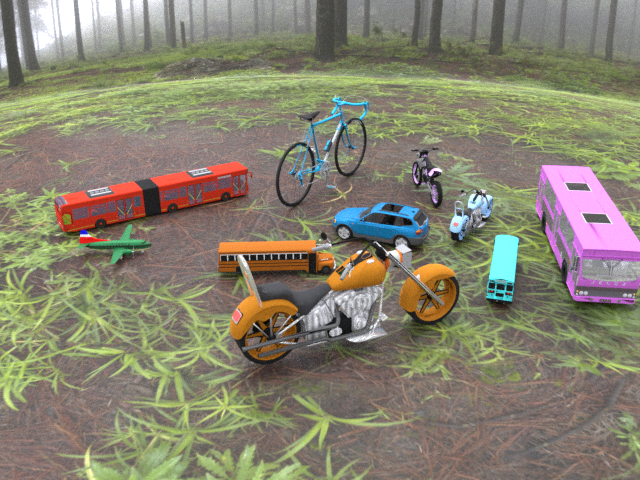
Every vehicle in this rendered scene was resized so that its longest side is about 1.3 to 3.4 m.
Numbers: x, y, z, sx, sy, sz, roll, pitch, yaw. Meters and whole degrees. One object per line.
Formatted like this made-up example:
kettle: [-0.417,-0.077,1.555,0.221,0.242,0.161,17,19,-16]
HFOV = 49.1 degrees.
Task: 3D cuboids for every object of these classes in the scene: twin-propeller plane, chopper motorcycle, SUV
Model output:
twin-propeller plane: [-3.151,0.022,10.781,1.095,0.407,1.370,-1,26,-3]
chopper motorcycle: [0.382,0.590,8.375,3.040,1.480,0.906,-12,28,-23]
SUV: [0.974,-0.293,11.234,1.572,0.580,0.656,11,28,22]
chopper motorcycle: [2.522,-0.511,11.477,0.466,0.761,1.563,16,30,29]

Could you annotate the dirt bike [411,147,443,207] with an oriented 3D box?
dirt bike: [1.956,-1.216,12.824,0.527,0.857,1.493,-5,26,-11]

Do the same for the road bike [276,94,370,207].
road bike: [0.094,-1.708,12.923,0.696,1.656,3.004,16,30,30]

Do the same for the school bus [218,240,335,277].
school bus: [-0.627,0.256,10.267,1.708,0.434,0.365,-1,26,-3]

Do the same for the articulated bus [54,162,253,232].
articulated bus: [-2.837,-0.785,12.273,3.401,0.561,0.605,-15,30,-28]

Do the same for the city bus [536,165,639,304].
city bus: [3.967,-0.163,10.603,0.926,0.894,3.255,3,26,6]

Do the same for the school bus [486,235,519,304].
school bus: [2.637,0.360,10.050,0.365,0.434,1.708,7,27,15]
